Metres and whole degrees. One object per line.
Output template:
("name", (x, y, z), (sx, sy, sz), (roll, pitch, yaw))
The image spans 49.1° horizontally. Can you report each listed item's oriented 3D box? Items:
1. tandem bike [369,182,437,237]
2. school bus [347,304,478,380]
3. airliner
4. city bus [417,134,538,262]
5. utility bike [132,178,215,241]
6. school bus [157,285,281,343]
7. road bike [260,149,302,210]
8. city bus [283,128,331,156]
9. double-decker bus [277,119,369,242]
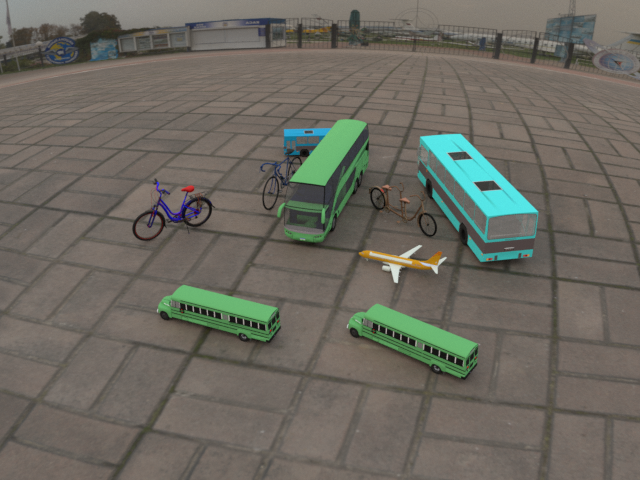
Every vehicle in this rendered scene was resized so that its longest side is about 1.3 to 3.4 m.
("tandem bike", (1.358, -0.608, 11.619), (0.283, 0.682, 1.642), (-21, 36, -32))
("school bus", (1.104, 1.208, 8.669), (1.708, 0.434, 0.365), (20, 35, 31))
("airliner", (1.184, 0.232, 10.395), (1.307, 0.429, 1.161), (13, 32, 21))
("city bus", (2.500, -0.761, 11.674), (0.926, 0.894, 3.255), (-5, 30, -9))
("utility bike", (-2.310, -0.501, 11.163), (1.435, 0.946, 0.535), (-19, 34, -29))
("school bus", (-1.356, 0.942, 9.138), (1.708, 0.434, 0.365), (12, 32, 20))
("road bike", (-0.653, -1.132, 12.371), (0.358, 0.852, 1.545), (12, 32, 21))
("city bus", (0.092, -1.994, 14.287), (1.674, 0.460, 0.476), (-2, 30, -3))
("double-decker bus", (0.168, -1.062, 12.045), (0.756, 1.052, 3.251), (8, 31, 14))
